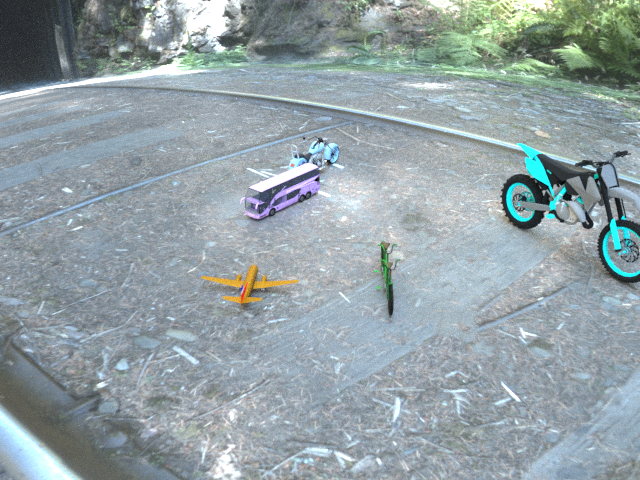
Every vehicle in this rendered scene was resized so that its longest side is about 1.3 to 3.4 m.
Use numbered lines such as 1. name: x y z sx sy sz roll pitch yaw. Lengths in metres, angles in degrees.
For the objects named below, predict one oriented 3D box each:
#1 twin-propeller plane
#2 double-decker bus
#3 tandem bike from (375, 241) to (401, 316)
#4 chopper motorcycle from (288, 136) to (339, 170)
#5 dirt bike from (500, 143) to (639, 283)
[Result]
1. twin-propeller plane: -0.983 0.559 9.618 1.370 0.407 1.095 2 27 4
2. double-decker bus: -0.652 -0.848 12.189 0.389 0.541 1.672 21 34 35
3. tandem bike: 0.928 0.384 9.658 0.283 0.682 1.642 0 27 0
4. chopper motorcycle: -0.093 -1.668 13.532 0.466 0.761 1.563 17 32 30
5. dirt bike: 3.803 -0.565 10.419 1.024 1.666 2.903 -15 31 -26
